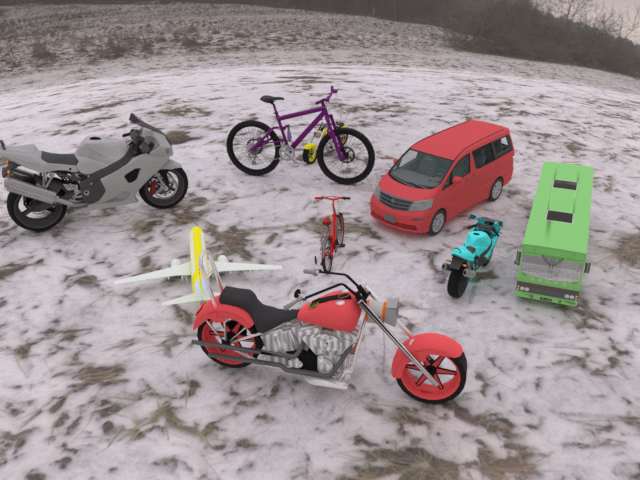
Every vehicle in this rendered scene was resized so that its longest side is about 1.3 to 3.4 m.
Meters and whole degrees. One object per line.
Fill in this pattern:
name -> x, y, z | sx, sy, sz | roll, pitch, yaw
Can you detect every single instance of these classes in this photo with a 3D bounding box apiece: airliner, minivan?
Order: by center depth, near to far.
airliner -> -1.689, 0.183, 9.700 | 2.257, 0.835, 2.541 | -5, 27, -10
minivan -> 2.117, -1.114, 11.854 | 1.324, 1.197, 3.011 | 23, 35, 37

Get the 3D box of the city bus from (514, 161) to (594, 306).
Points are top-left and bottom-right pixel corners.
city bus -> 3.513, -0.177, 10.344 | 0.926, 0.894, 3.255 | 10, 28, 18

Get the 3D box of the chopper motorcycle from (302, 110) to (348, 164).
chopper motorcycle -> 0.129, -2.105, 14.287 | 0.466, 0.761, 1.563 | 17, 31, 29

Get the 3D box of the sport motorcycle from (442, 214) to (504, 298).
sport motorcycle -> 2.123, 0.200, 9.681 | 0.506, 0.821, 1.520 | 16, 31, 29

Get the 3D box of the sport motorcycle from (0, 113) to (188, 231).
sport motorcycle -> -3.611, -1.067, 11.320 | 2.955, 1.596, 0.983 | -12, 29, -22

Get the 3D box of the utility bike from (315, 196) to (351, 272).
utility bike -> 0.142, -0.144, 10.221 | 0.535, 0.946, 1.435 | 6, 28, 11

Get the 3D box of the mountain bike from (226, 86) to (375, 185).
mountain bike -> -0.390, -1.891, 12.843 | 2.857, 1.688, 1.114 | 7, 28, 13

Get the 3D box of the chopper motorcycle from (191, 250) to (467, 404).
chopper motorcycle -> 0.067, 0.928, 7.520 | 3.040, 1.480, 0.906 | 6, 28, 12
